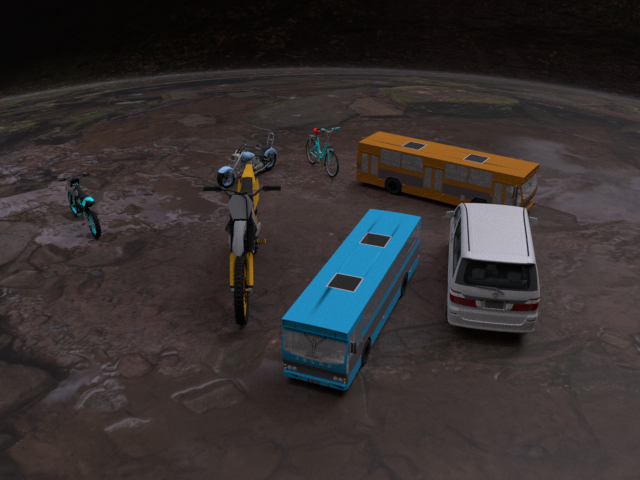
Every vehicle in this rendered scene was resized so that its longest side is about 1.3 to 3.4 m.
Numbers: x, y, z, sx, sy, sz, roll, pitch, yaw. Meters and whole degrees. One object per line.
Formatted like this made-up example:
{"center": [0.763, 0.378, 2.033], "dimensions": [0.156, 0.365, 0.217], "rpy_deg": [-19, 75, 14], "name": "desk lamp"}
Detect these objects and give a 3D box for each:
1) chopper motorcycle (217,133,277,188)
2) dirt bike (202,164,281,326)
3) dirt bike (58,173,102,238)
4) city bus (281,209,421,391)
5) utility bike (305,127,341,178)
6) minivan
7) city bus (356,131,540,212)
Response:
{"center": [-1.420, -1.572, 13.730], "dimensions": [0.466, 0.761, 1.563], "rpy_deg": [21, 33, 35], "name": "chopper motorcycle"}
{"center": [-1.036, -0.118, 9.862], "dimensions": [1.024, 1.666, 2.903], "rpy_deg": [-1, 27, -1], "name": "dirt bike"}
{"center": [-4.002, -0.620, 11.747], "dimensions": [0.527, 0.857, 1.493], "rpy_deg": [-18, 32, -31], "name": "dirt bike"}
{"center": [0.523, 0.660, 9.182], "dimensions": [0.926, 0.894, 3.255], "rpy_deg": [10, 29, 19], "name": "city bus"}
{"center": [0.077, -1.873, 14.119], "dimensions": [0.535, 0.946, 1.435], "rpy_deg": [-13, 30, -24], "name": "utility bike"}
{"center": [2.405, 0.138, 9.876], "dimensions": [1.324, 1.197, 3.011], "rpy_deg": [5, 27, 9], "name": "minivan"}
{"center": [2.259, -1.187, 12.824], "dimensions": [3.255, 0.894, 0.926], "rpy_deg": [17, 31, 30], "name": "city bus"}
